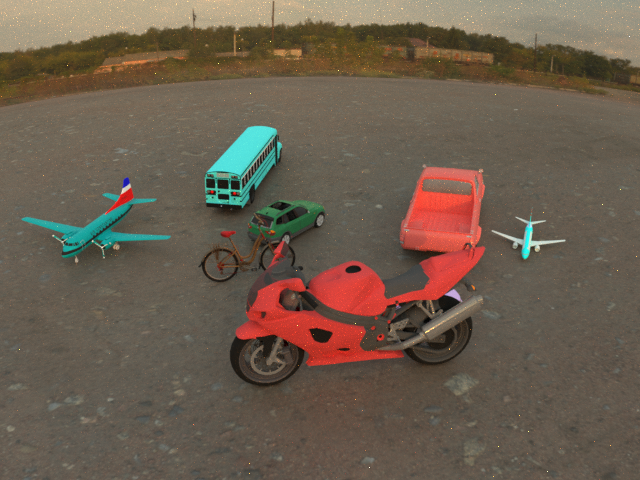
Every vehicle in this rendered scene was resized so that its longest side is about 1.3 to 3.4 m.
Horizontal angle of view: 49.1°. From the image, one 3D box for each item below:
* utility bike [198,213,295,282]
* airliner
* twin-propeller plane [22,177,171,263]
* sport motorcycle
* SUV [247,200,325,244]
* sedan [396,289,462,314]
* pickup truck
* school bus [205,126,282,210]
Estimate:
[{"bbox_3d":[-1.077,0.118,10.234,1.435,0.946,0.535,-6,27,-12],"label":"utility bike"},{"bbox_3d":[3.352,-0.097,11.265,1.161,0.429,1.307,8,27,17],"label":"airliner"},{"bbox_3d":[-3.553,-0.328,11.326,2.663,0.792,2.129,7,27,14],"label":"twin-propeller plane"},{"bbox_3d":[0.430,0.849,7.985,2.955,1.596,0.983,-6,26,-11],"label":"sport motorcycle"},{"bbox_3d":[-0.540,-0.376,11.668,0.656,0.580,1.572,17,31,31],"label":"SUV"},{"bbox_3d":[1.124,0.791,9.376,1.613,0.483,0.635,-5,26,-10],"label":"sedan"},{"bbox_3d":[2.099,-0.614,11.685,1.244,0.993,3.117,6,27,13],"label":"pickup truck"},{"bbox_3d":[-1.400,-1.502,13.682,0.709,0.844,3.322,4,26,9],"label":"school bus"}]
